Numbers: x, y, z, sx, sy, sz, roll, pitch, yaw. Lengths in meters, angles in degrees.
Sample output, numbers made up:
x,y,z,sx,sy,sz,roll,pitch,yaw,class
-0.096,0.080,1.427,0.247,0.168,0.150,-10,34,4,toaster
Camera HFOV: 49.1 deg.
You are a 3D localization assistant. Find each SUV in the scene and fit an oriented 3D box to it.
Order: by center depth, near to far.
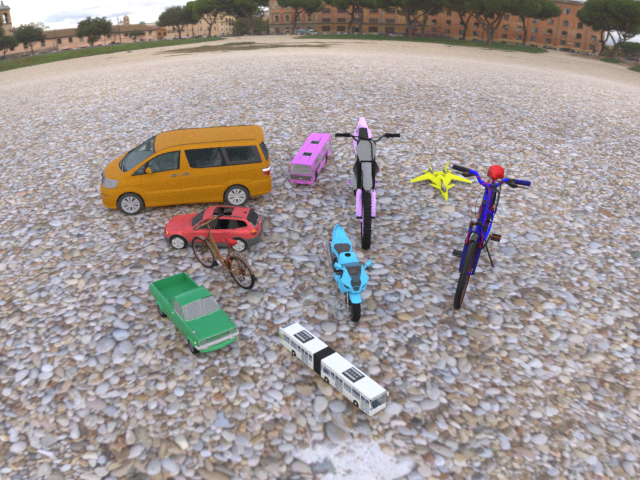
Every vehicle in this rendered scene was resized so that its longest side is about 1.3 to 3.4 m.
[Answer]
x,y,z,sx,sy,sz,roll,pitch,yaw,class
-1.702,-0.224,11.168,1.572,0.580,0.656,2,29,4,SUV

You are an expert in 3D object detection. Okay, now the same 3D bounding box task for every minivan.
x,y,z,sx,sy,sz,roll,pitch,yaw,class
-2.386,-1.294,12.446,3.011,1.197,1.324,-5,30,-9,minivan

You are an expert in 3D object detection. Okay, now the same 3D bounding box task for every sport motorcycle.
x,y,z,sx,sy,sz,roll,pitch,yaw,class
0.373,0.450,9.721,0.506,0.821,1.520,-4,30,-8,sport motorcycle

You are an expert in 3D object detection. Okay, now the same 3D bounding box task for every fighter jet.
x,y,z,sx,sy,sz,roll,pitch,yaw,class
2.273,-1.106,13.041,1.147,0.286,1.358,1,29,1,fighter jet

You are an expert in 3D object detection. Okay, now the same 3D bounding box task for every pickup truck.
x,y,z,sx,sy,sz,roll,pitch,yaw,class
-1.694,0.890,9.253,0.640,0.511,1.603,-19,34,-30,pickup truck

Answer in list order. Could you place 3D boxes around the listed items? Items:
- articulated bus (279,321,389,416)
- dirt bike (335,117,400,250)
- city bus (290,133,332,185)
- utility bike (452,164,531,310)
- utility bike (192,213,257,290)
x,y,z,sx,sy,sz,roll,pitch,yaw,class
0.119,1.504,8.385,0.311,0.289,1.749,-22,36,-33,articulated bus
0.747,-1.107,11.633,1.024,1.666,2.903,0,29,1,dirt bike
-0.167,-1.589,13.725,0.476,0.460,1.674,7,30,11,city bus
2.390,-0.278,9.978,1.039,1.839,2.791,11,31,18,utility bike
-1.449,0.178,10.078,1.435,0.946,0.535,24,37,36,utility bike
